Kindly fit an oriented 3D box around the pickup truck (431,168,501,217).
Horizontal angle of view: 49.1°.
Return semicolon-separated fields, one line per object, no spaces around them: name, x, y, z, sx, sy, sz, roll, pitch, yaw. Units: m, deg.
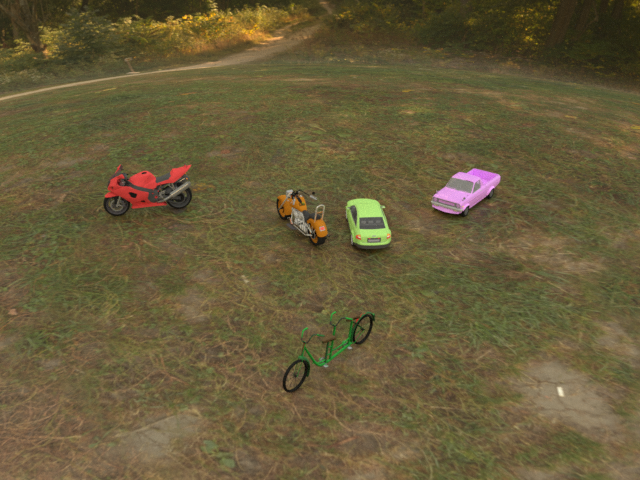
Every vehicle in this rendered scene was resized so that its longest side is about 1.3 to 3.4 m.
pickup truck;2.592;-0.913;12.338;0.640;0.511;1.603;20;33;33

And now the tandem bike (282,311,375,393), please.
tandem bike;0.138;1.173;8.126;0.283;0.682;1.642;22;35;36

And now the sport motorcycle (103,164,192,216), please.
sport motorcycle;-2.920;-0.857;11.894;1.520;0.821;0.506;-8;28;-15

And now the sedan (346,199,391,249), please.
sedan;0.763;-0.348;11.277;0.635;0.483;1.613;-2;27;-4

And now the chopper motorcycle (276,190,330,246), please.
chopper motorcycle;-0.317;-0.472;11.216;0.466;0.761;1.563;-14;30;-25
